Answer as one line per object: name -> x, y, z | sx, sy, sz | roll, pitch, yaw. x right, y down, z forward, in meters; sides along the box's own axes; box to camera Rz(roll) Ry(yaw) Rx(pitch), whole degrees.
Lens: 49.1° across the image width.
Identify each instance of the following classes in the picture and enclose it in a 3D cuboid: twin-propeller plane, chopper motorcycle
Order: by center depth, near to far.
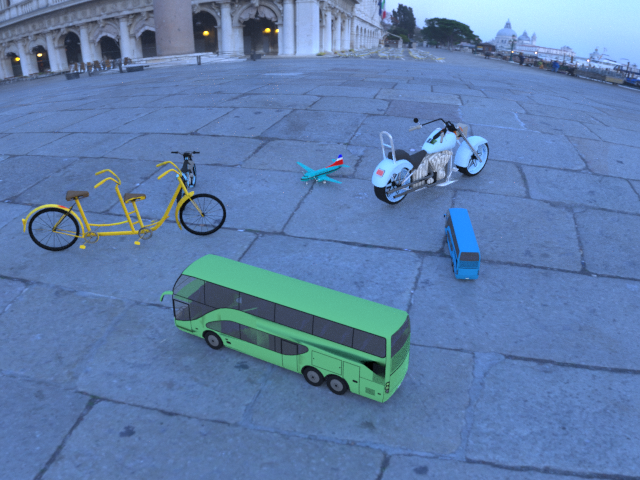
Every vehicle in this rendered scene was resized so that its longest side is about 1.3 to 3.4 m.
chopper motorcycle -> 2.155, -1.616, 13.061 | 3.040, 1.480, 0.906 | -22, 36, -35
twin-propeller plane -> 0.049, -1.382, 13.753 | 1.095, 0.407, 1.370 | -21, 35, -34

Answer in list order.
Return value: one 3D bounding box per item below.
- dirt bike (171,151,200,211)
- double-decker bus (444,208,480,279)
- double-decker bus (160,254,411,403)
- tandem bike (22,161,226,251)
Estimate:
dirt bike -> -2.472, -1.170, 12.893 | 0.527, 0.857, 1.493 | 1, 29, 2
double-decker bus -> 2.231, 0.015, 11.045 | 0.389, 0.541, 1.672 | 1, 29, 3
double-decker bus -> -0.478, 1.013, 8.678 | 3.251, 1.052, 0.756 | 15, 32, 25
tandem bike -> -3.118, -0.527, 11.221 | 3.192, 1.326, 0.550 | -6, 29, -11
